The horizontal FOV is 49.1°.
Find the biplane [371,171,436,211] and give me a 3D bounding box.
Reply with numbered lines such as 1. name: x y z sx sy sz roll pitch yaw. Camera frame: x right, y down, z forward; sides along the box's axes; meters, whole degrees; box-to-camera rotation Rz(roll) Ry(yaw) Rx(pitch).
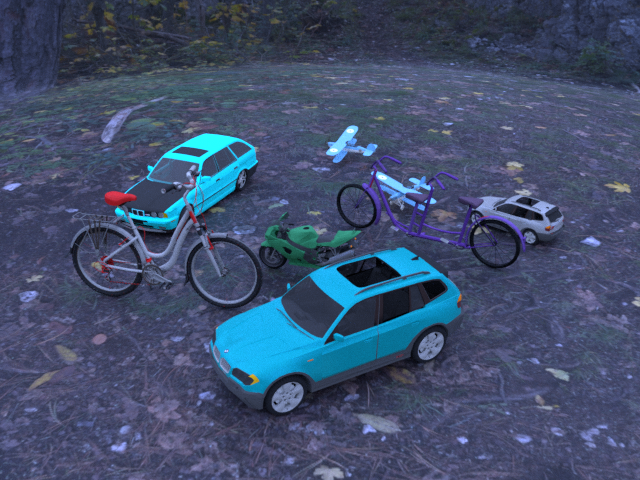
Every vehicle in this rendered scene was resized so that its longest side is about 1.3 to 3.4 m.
1. biplane: 1.540 -0.839 12.250 1.336 0.504 1.090 22 35 37

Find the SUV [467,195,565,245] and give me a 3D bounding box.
1. SUV: 3.167 -0.431 11.367 1.572 0.580 0.656 23 35 38

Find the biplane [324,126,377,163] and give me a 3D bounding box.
1. biplane: 0.609 -1.876 14.281 1.090 0.504 1.336 11 29 21

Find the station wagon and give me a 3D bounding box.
1. station wagon: -2.286 -1.112 12.328 1.327 0.920 3.105 11 29 21

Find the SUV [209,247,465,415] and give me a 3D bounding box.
1. SUV: 0.235 0.916 8.128 3.058 1.128 1.276 -14 30 -26

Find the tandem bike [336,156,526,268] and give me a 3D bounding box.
1. tandem bike: 1.596 -0.476 10.638 3.192 1.326 0.550 17 32 30

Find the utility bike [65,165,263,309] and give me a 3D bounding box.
1. utility bike: -2.088 -0.047 9.233 2.791 1.839 1.039 5 27 10

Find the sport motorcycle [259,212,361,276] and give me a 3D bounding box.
1. sport motorcycle: -0.164 0.108 10.048 1.520 0.821 0.506 7 28 13
